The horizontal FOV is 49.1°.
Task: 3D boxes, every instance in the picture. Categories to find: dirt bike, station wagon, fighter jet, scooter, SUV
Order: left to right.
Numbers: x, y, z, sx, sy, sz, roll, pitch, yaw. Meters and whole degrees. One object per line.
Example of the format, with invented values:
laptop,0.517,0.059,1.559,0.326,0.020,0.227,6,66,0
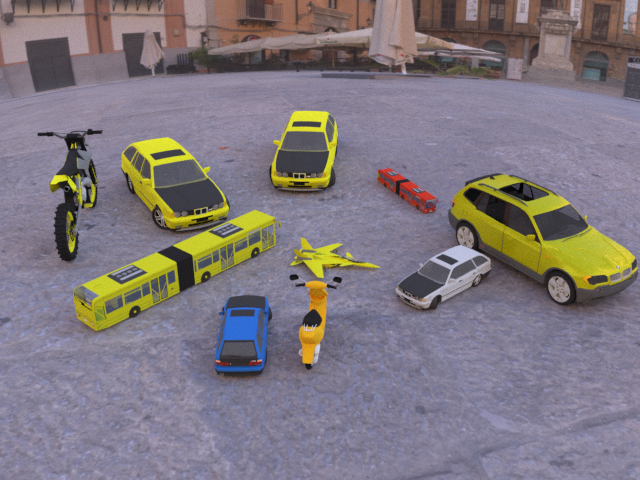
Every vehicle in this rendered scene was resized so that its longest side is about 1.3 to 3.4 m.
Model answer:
dirt bike,-4.059,-0.908,11.566,1.024,1.666,2.903,-3,27,-6
station wagon,-2.719,-1.124,12.817,1.327,0.920,3.105,-14,30,-26
station wagon,-0.971,1.105,8.910,0.682,0.473,1.597,-1,27,-1
station wagon,-0.276,-1.928,14.405,1.327,0.920,3.105,2,27,4
scooter,-0.072,0.927,8.770,0.662,0.919,1.399,3,27,6
fighter jet,0.269,0.258,10.789,1.358,0.286,1.147,8,28,14
station wagon,1.794,0.495,10.115,1.597,0.473,0.682,-22,34,-37
SUV,3.294,-0.123,10.611,1.276,1.128,3.058,-16,31,-29

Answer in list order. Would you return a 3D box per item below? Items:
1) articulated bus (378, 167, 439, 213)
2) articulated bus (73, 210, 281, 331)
articulated bus,1.618,-0.955,13.183,0.311,0.289,1.749,-12,29,-22
articulated bus,-1.965,0.357,10.291,0.605,0.561,3.401,22,34,36
